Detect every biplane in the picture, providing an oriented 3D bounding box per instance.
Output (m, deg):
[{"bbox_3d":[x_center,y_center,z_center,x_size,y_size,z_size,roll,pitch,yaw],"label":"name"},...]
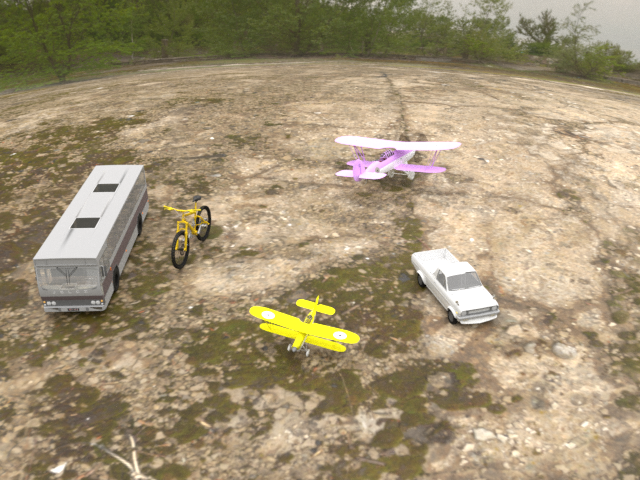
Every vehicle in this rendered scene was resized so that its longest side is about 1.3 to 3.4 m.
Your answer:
[{"bbox_3d":[-0.146,1.053,8.477,1.336,0.504,1.090,7,28,13],"label":"biplane"},{"bbox_3d":[1.182,-1.435,12.785,2.598,0.981,2.120,19,33,32],"label":"biplane"}]

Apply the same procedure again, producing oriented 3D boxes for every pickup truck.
[{"bbox_3d":[1.792,0.552,9.442,0.640,0.511,1.603,-8,28,-15],"label":"pickup truck"}]

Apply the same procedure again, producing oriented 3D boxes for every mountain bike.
[{"bbox_3d":[-1.931,-0.198,10.507,0.573,0.868,1.469,6,28,11],"label":"mountain bike"}]

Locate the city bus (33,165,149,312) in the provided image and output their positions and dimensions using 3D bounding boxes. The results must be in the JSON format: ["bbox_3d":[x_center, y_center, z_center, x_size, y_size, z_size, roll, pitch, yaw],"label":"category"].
[{"bbox_3d":[-3.235,-0.111,10.310,0.926,0.894,3.255,-1,27,-2],"label":"city bus"}]
